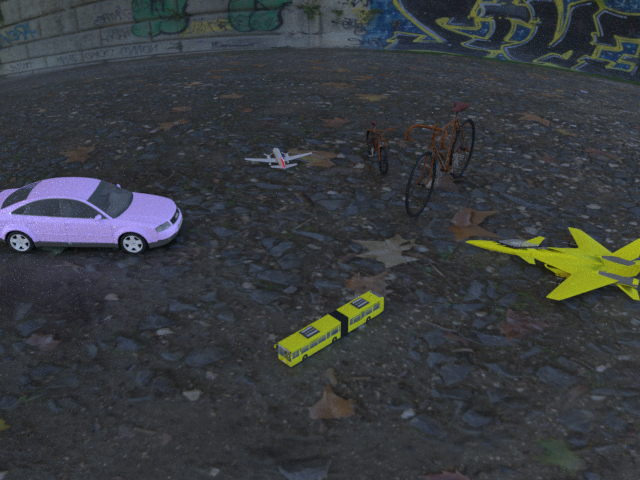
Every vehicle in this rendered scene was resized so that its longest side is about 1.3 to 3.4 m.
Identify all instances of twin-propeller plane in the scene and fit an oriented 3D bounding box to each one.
[{"bbox_3d":[-0.807,-1.666,13.951,1.370,0.407,1.095,-7,31,-11],"label":"twin-propeller plane"}]

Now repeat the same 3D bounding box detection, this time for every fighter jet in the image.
[{"bbox_3d":[3.536,0.153,10.674,2.640,0.557,2.229,13,33,21],"label":"fighter jet"}]

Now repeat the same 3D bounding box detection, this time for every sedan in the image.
[{"bbox_3d":[-3.834,-0.465,11.357,3.137,0.940,1.235,1,30,2],"label":"sedan"}]

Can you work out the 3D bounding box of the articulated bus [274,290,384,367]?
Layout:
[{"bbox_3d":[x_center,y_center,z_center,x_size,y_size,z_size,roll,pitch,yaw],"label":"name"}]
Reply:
[{"bbox_3d":[0.167,1.143,9.239,1.749,0.289,0.311,-25,39,-36],"label":"articulated bus"}]

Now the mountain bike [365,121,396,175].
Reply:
[{"bbox_3d":[1.130,-1.901,13.897,0.573,0.868,1.469,-6,31,-10],"label":"mountain bike"}]

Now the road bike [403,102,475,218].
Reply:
[{"bbox_3d":[2.220,-1.552,12.513,0.697,1.656,3.004,18,34,27],"label":"road bike"}]
